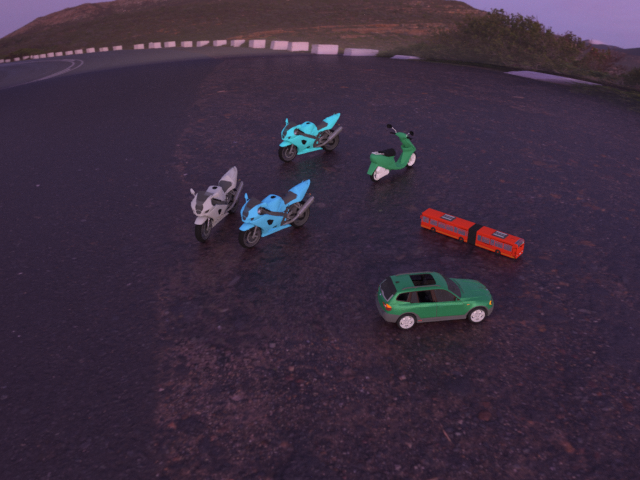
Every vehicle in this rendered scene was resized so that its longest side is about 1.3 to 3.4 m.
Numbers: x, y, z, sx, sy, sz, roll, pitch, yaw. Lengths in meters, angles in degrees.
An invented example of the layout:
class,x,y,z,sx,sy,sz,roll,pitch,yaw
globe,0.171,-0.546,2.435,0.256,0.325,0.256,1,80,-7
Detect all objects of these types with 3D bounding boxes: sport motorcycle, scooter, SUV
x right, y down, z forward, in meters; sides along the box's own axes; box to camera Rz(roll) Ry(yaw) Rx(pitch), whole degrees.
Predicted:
class,x,y,z,sx,sy,sz,roll,pitch,yaw
sport motorcycle,-0.209,-2.101,14.298,1.520,0.821,0.506,-19,34,-31
sport motorcycle,-1.704,-0.602,11.586,0.506,0.821,1.520,9,30,16
sport motorcycle,-0.717,-0.427,11.268,1.520,0.821,0.506,-25,38,-38
scooter,1.414,-1.679,13.433,1.399,0.919,0.662,-26,38,-38
SUV,1.538,0.751,9.387,1.572,0.580,0.656,-4,29,-8

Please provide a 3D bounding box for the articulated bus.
class,x,y,z,sx,sy,sz,roll,pitch,yaw
articulated bus,2.415,-0.120,11.264,1.749,0.289,0.311,22,36,34
